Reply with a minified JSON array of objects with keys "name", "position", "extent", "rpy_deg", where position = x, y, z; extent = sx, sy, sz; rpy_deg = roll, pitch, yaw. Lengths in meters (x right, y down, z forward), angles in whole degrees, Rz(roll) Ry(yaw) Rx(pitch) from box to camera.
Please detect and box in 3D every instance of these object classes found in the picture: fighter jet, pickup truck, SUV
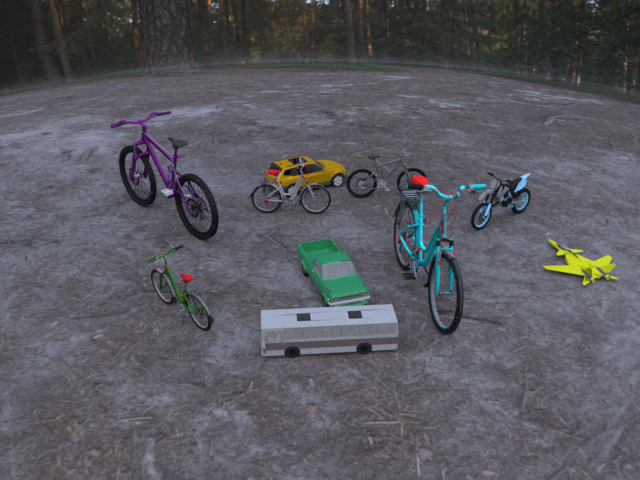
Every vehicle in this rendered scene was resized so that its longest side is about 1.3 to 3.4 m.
[{"name":"fighter jet","position":[3.838,0.219,10.554],"extent":[1.147,0.286,1.358],"rpy_deg":[-8,29,-15]},{"name":"pickup truck","position":[0.162,0.416,9.939],"extent":[0.640,0.511,1.603],"rpy_deg":[-9,29,-16]},{"name":"SUV","position":[-0.257,-1.259,13.046],"extent":[1.572,0.580,0.656],"rpy_deg":[-15,31,-26]}]

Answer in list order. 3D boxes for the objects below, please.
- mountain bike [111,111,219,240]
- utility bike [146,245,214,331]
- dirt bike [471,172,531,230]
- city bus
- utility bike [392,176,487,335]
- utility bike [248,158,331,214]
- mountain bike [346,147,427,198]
[{"name":"mountain bike","position":[-2.576,-1.091,11.538],"extent":[1.114,1.688,2.857],"rpy_deg":[-24,36,-38]},{"name":"utility bike","position":[-1.865,0.626,9.074],"extent":[0.535,0.946,1.435],"rpy_deg":[-24,36,-37]},{"name":"dirt bike","position":[3.062,-0.701,11.689],"extent":[1.493,0.857,0.527],"rpy_deg":[-20,34,-33]},{"name":"city bus","position":[0.106,1.128,8.641],"extent":[1.674,0.460,0.476],"rpy_deg":[-2,28,-4]},{"name":"utility bike","position":[1.522,-0.079,9.454],"extent":[1.039,1.839,2.791],"rpy_deg":[-5,28,-10]},{"name":"utility bike","position":[-0.523,-0.916,12.003],"extent":[1.435,0.946,0.535],"rpy_deg":[1,28,2]},{"name":"mountain bike","position":[1.207,-1.166,12.560],"extent":[1.469,0.868,0.573],"rpy_deg":[-2,28,-3]}]
